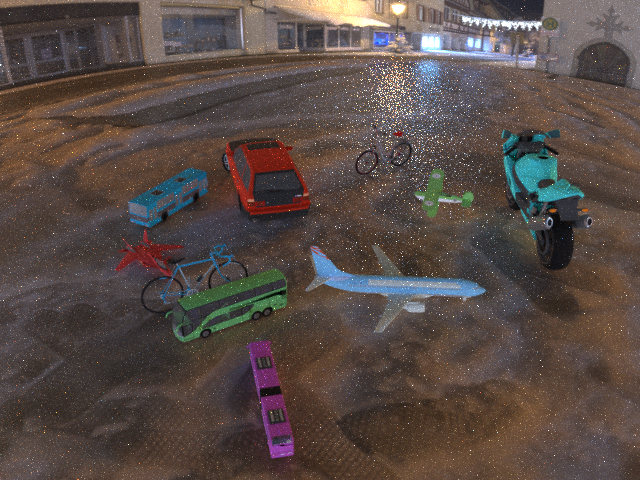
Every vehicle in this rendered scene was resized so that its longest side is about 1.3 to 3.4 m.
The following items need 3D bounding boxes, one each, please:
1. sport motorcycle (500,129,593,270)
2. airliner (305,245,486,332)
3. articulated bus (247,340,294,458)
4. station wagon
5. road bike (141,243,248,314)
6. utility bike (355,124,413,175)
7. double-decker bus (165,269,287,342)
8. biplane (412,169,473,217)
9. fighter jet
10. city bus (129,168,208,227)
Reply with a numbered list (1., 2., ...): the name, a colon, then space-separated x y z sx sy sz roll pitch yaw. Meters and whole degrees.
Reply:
1. sport motorcycle: 3.535 -0.763 11.332 0.983 1.596 2.955 -1 29 -2
2. airliner: 1.088 0.480 9.890 2.541 0.835 2.257 1 29 2
3. articulated bus: -0.580 1.788 8.112 0.311 0.289 1.749 -6 30 -11
4. station wagon: -1.055 -1.365 13.098 1.327 0.920 3.105 -7 30 -12
5. road bike: -1.738 0.549 9.750 1.545 0.852 0.358 -13 32 -22
6. utility bike: 1.329 -1.795 13.841 1.435 0.946 0.535 -17 33 -27
7. double-decker bus: -1.229 0.883 9.471 1.672 0.541 0.389 -17 34 -28
8. biplane: 2.166 -0.755 12.435 1.090 0.504 1.336 8 30 14
9. fighter jet: -2.579 0.263 10.840 1.147 0.286 1.358 -22 36 -34
10. city bus: -2.665 -0.755 12.481 0.476 0.460 1.674 15 33 25
